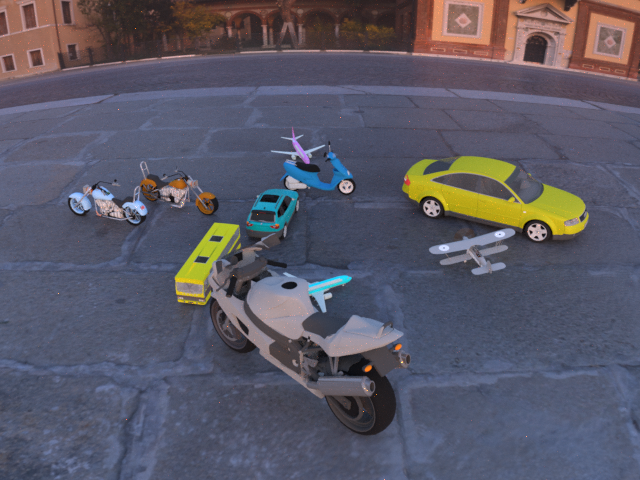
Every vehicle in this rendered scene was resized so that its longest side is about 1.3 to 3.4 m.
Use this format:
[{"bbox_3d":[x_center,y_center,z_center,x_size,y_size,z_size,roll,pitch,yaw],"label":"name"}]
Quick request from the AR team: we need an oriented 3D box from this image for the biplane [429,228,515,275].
[{"bbox_3d":[2.329,0.220,10.491,1.336,0.504,1.090,-6,30,-10],"label":"biplane"}]

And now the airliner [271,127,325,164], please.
[{"bbox_3d":[-0.413,-1.931,14.438,1.161,0.429,1.307,-8,30,-14],"label":"airliner"}]

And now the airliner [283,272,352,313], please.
[{"bbox_3d":[-0.103,0.608,9.870,1.307,0.429,1.161,-16,33,-26],"label":"airliner"}]

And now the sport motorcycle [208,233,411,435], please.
[{"bbox_3d":[-0.291,1.033,7.904,2.955,1.596,0.983,25,37,37],"label":"sport motorcycle"}]

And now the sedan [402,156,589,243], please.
[{"bbox_3d":[2.953,-0.815,11.905,3.137,0.940,1.235,15,32,25],"label":"sedan"}]

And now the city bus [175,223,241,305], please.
[{"bbox_3d":[-1.621,0.335,10.330,0.476,0.460,1.674,6,30,10],"label":"city bus"}]

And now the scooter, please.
[{"bbox_3d":[-0.036,-1.276,12.757,1.399,0.919,0.662,4,29,7],"label":"scooter"}]

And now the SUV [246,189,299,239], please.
[{"bbox_3d":[-0.786,-0.528,11.758,0.656,0.580,1.572,5,29,9],"label":"SUV"}]

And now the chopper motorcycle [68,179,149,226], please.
[{"bbox_3d":[-3.620,-0.671,11.830,1.563,0.761,0.466,11,31,19],"label":"chopper motorcycle"}]

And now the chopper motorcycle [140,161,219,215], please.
[{"bbox_3d":[-2.491,-0.906,12.252,1.563,0.761,0.466,12,31,21],"label":"chopper motorcycle"}]
